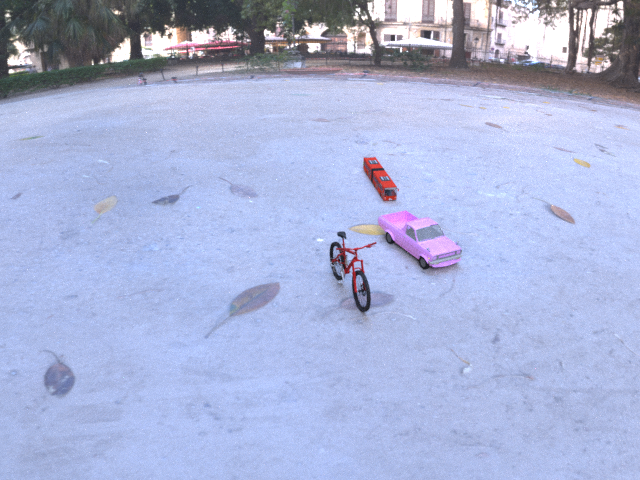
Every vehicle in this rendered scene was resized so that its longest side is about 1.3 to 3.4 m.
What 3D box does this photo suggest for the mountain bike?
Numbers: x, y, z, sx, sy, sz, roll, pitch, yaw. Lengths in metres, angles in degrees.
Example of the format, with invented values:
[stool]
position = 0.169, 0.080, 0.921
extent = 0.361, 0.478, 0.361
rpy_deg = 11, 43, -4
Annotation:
[mountain bike]
position = 0.398, 0.352, 9.633
extent = 0.573, 0.868, 1.469
rpy_deg = -8, 27, -17

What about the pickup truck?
[pickup truck]
position = 1.538, -0.080, 10.929
extent = 0.640, 0.511, 1.603
rpy_deg = -12, 29, -24

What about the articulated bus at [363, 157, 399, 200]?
[articulated bus]
position = 1.142, -1.203, 13.492
extent = 0.311, 0.289, 1.749
rpy_deg = -4, 26, -9
